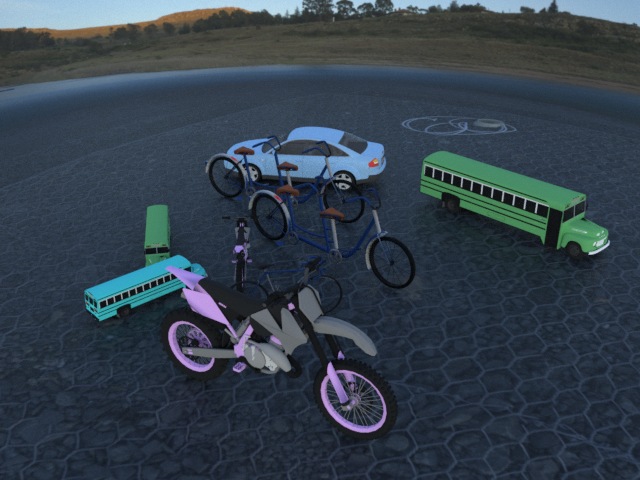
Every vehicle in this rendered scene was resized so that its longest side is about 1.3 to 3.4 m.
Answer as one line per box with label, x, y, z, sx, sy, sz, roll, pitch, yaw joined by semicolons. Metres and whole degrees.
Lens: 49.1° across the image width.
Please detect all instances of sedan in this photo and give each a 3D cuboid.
sedan;-0.307;-1.644;13.408;3.137;0.940;1.235;5;27;11

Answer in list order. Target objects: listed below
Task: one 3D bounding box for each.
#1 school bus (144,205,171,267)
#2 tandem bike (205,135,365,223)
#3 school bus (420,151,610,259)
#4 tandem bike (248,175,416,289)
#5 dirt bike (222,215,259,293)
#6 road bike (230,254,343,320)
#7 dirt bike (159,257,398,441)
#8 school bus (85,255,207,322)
school bus;-2.473;-0.010;10.687;0.365;0.434;1.708;-5;27;-10
tandem bike;-0.672;-1.131;11.942;3.192;1.326;0.550;14;29;25
school bus;3.129;-0.638;11.491;0.709;0.844;3.322;-22;34;-37
tandem bike;0.073;-0.277;10.223;3.192;1.326;0.550;21;33;36
dirt bike;-1.120;0.118;9.954;0.527;0.857;1.493;-1;26;-2
road bike;-0.469;0.632;8.925;1.545;0.852;0.358;-4;27;-8
dirt bike;-0.523;1.033;7.203;2.903;1.666;1.024;14;30;26
school bus;-2.300;0.605;9.449;1.708;0.434;0.365;-23;34;-38
